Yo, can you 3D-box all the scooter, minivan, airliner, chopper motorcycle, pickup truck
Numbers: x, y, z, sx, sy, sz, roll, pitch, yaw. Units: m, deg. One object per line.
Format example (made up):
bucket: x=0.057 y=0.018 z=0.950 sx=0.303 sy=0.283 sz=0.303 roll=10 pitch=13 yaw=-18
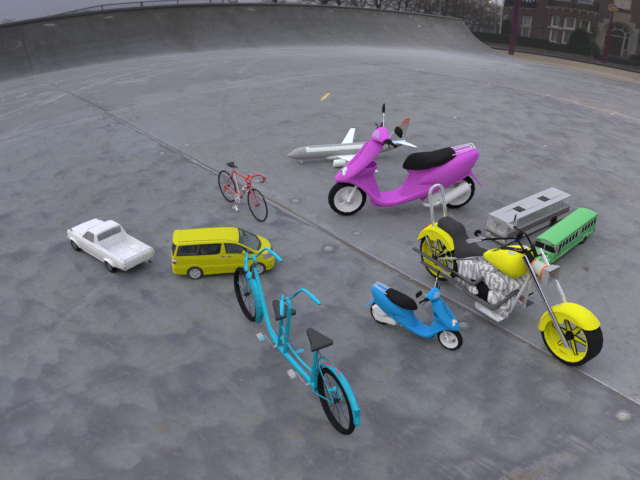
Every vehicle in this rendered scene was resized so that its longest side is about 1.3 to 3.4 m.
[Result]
scooter: x=1.485 y=-1.285 z=11.920 sx=2.721 sy=1.786 sz=1.288 roll=-4 pitch=30 yaw=-7
scooter: x=1.229 y=0.867 z=9.091 sx=1.399 sy=0.919 sz=0.662 roll=18 pitch=35 yaw=28
minivan: x=-1.467 y=0.155 z=10.612 sx=1.548 sy=0.616 sz=0.681 roll=-4 pitch=30 yaw=-7
airliner: x=0.601 y=-1.994 z=14.078 sx=2.541 sy=0.835 sz=2.257 roll=-4 pitch=31 yaw=-8
chopper motorcycle: x=2.442 y=0.402 z=9.331 sx=0.906 sy=1.480 sz=3.040 roll=-20 pitch=36 yaw=-31
pickup truck: x=-3.293 y=0.027 z=10.935 sx=1.603 sy=0.511 sz=0.640 roll=24 pitch=38 yaw=35

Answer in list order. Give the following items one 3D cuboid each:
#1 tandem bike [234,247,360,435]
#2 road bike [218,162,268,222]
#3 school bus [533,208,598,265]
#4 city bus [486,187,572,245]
tandem bike: x=-0.392 y=1.033 z=8.402 sx=0.550 sy=1.326 sz=3.192 roll=-16 pitch=34 yaw=-25
road bike: x=-1.364 y=-0.886 z=12.163 sx=0.358 sy=0.852 sz=1.545 roll=-22 pitch=37 yaw=-33
school bus: x=3.830 y=-0.019 z=11.090 sx=0.365 sy=0.434 sz=1.708 roll=26 pitch=39 yaw=37
city bus: x=3.499 y=-0.398 z=11.715 sx=1.674 sy=0.460 sz=0.476 roll=-21 pitch=36 yaw=-31
